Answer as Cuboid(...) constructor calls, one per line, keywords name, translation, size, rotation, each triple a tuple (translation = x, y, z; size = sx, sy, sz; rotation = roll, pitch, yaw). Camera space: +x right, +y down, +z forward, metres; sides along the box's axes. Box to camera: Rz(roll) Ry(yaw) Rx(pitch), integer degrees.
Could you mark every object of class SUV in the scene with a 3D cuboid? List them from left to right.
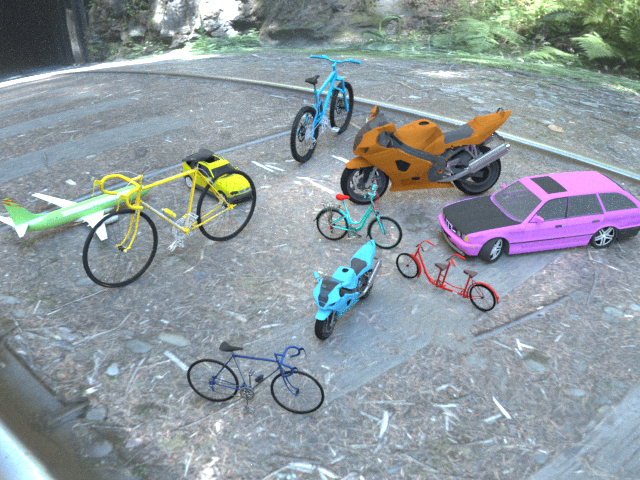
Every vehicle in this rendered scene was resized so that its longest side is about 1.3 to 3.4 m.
Cuboid(name="SUV", translation=(-1.821, -1.130, 12.431), size=(0.656, 0.580, 1.572), rotation=(-26, 38, -38))

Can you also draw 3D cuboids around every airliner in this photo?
Cuboid(name="airliner", translation=(-3.858, -0.659, 11.334), size=(2.257, 0.835, 2.541), rotation=(26, 38, 37))

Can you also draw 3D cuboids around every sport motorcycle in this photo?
Cuboid(name="sport motorcycle", translation=(0.338, 0.634, 9.054), size=(0.506, 0.821, 1.520), rotation=(16, 33, 26))
Cuboid(name="sport motorcycle", translation=(1.792, -1.432, 11.930), size=(2.955, 1.596, 0.983), rotation=(-6, 30, -10))

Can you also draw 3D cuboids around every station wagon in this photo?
Cuboid(name="station wagon", translation=(3.412, -0.448, 10.873), size=(3.105, 0.920, 1.327), rotation=(-7, 30, -12))

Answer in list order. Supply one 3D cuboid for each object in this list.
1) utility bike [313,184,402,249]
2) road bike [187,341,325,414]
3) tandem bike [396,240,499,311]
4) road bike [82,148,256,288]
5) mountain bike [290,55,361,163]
Cuboid(name="utility bike", translation=(0.586, -0.383, 10.732), size=(1.435, 0.946, 0.535), rotation=(10, 31, 17))
Cuboid(name="road bike", translation=(-0.709, 1.477, 7.527), size=(1.545, 0.852, 0.358), rotation=(6, 30, 10))
Cuboid(name="tandem bike", translation=(1.707, 0.450, 9.523), size=(1.642, 0.682, 0.283), rotation=(24, 37, 35))
Cuboid(name="road bike", translation=(-2.075, -0.416, 10.068), size=(0.696, 1.656, 3.004), rotation=(26, 38, 38))
Cuboid(name="mountain bike", translation=(0.095, -2.692, 14.074), size=(1.114, 1.688, 2.857), rotation=(13, 32, 22))
